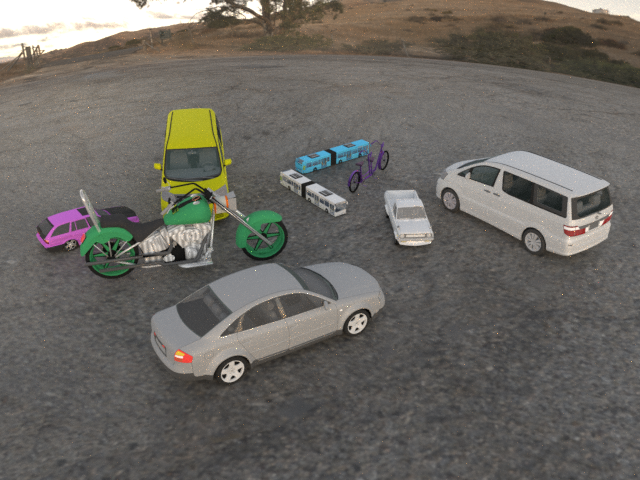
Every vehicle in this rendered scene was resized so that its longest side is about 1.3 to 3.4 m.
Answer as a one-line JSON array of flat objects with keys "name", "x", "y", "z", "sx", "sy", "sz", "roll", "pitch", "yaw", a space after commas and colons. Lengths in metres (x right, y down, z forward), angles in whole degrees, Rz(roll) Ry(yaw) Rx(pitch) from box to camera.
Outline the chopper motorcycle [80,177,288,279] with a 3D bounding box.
[{"name": "chopper motorcycle", "x": -1.976, "y": -0.219, "z": 10.303, "sx": 3.040, "sy": 1.480, "sz": 0.906, "roll": -8, "pitch": 30, "yaw": -15}]

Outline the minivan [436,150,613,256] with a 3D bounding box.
[{"name": "minivan", "x": 3.288, "y": -0.798, "z": 11.633, "sx": 1.324, "sy": 1.197, "sz": 3.011, "roll": -19, "pitch": 34, "yaw": -31}]

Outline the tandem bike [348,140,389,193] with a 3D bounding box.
[{"name": "tandem bike", "x": 0.941, "y": -1.435, "z": 13.307, "sx": 0.283, "sy": 0.682, "sz": 1.642, "roll": 17, "pitch": 33, "yaw": 27}]

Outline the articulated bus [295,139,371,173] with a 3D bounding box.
[{"name": "articulated bus", "x": 0.277, "y": -1.698, "z": 14.184, "sx": 1.749, "sy": 0.289, "sz": 0.311, "roll": -21, "pitch": 35, "yaw": -32}]

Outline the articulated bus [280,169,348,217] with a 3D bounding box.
[{"name": "articulated bus", "x": -0.144, "y": -0.873, "z": 12.702, "sx": 0.311, "sy": 0.289, "sz": 1.749, "roll": -20, "pitch": 35, "yaw": -31}]

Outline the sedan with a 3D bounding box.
[{"name": "sedan", "x": -0.587, "y": 0.851, "z": 8.937, "sx": 3.137, "sy": 0.940, "sz": 1.235, "roll": -17, "pitch": 33, "yaw": -27}]

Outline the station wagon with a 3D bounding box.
[{"name": "station wagon", "x": -3.774, "y": -0.273, "z": 11.434, "sx": 1.597, "sy": 0.473, "sz": 0.682, "roll": -20, "pitch": 35, "yaw": -31}]

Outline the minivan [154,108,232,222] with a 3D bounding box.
[{"name": "minivan", "x": -2.283, "y": -1.388, "z": 12.693, "sx": 1.324, "sy": 1.197, "sz": 3.011, "roll": -4, "pitch": 29, "yaw": -8}]

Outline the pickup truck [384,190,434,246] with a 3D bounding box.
[{"name": "pickup truck", "x": 1.464, "y": -0.440, "z": 11.695, "sx": 0.640, "sy": 0.511, "sz": 1.603, "roll": -2, "pitch": 29, "yaw": -3}]
